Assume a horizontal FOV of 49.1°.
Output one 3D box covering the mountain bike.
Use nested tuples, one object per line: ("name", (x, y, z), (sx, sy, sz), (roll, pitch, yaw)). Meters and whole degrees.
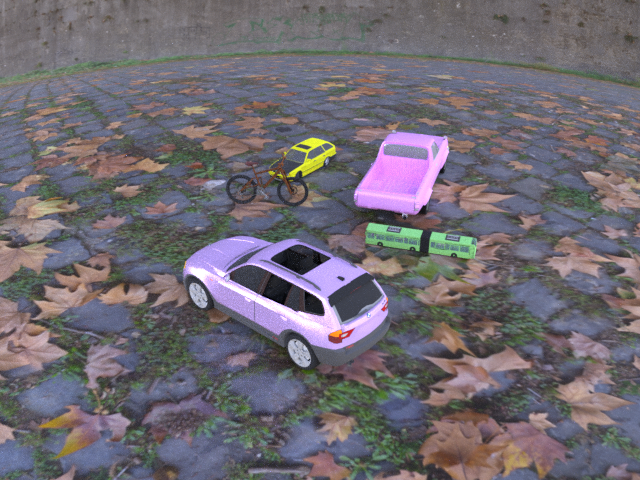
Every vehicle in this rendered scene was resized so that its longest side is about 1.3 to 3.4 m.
("mountain bike", (-0.933, -1.007, 12.262), (1.469, 0.868, 0.573), (3, 29, 5))

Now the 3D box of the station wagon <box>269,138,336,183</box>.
("station wagon", (-0.342, -1.603, 13.732), (0.682, 0.473, 1.597), (19, 35, 31))

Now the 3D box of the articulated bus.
("articulated bus", (1.571, 0.011, 11.035), (1.749, 0.289, 0.311), (9, 30, 15))

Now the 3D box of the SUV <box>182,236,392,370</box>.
("SUV", (-0.514, 0.578, 9.162), (3.058, 1.128, 1.276), (23, 37, 35))

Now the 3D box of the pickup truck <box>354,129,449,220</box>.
("pickup truck", (1.553, -1.333, 12.716), (1.244, 0.993, 3.117), (9, 31, 16))
